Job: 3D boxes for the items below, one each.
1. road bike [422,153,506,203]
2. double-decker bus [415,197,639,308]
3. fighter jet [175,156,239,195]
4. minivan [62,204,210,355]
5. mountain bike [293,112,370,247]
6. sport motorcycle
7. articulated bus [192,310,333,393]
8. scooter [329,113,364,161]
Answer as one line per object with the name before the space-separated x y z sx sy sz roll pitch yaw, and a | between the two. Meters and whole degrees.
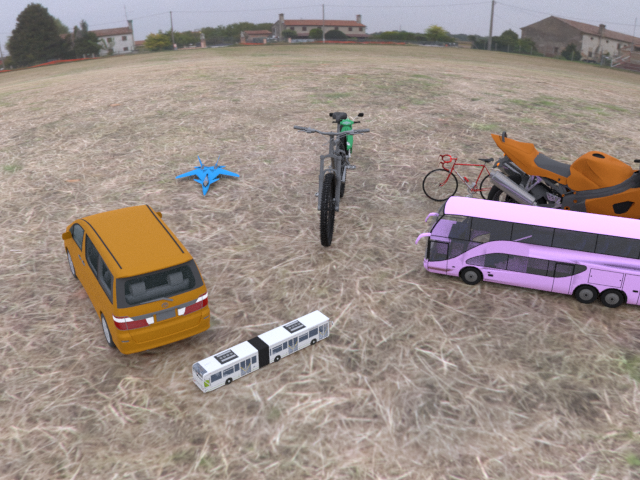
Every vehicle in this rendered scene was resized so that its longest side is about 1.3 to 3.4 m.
road bike | 2.492 -1.004 11.663 1.545 0.852 0.358 4 28 7
double-decker bus | 2.940 0.129 9.302 3.251 1.052 0.756 9 29 16
fighter jet | -2.029 -1.158 12.559 1.147 0.286 1.358 -2 28 -4
minivan | -2.449 0.245 8.926 1.324 1.197 3.011 -15 31 -26
mountain bike | 0.233 -1.120 10.988 1.114 1.688 2.857 4 28 7
sport motorcycle | 3.910 -0.689 10.268 2.955 1.596 0.983 12 30 21
articulated bus | -0.624 1.249 7.999 1.749 0.289 0.311 -20 34 -33
scooter | 0.503 -2.082 13.632 0.662 0.919 1.399 0 28 0
